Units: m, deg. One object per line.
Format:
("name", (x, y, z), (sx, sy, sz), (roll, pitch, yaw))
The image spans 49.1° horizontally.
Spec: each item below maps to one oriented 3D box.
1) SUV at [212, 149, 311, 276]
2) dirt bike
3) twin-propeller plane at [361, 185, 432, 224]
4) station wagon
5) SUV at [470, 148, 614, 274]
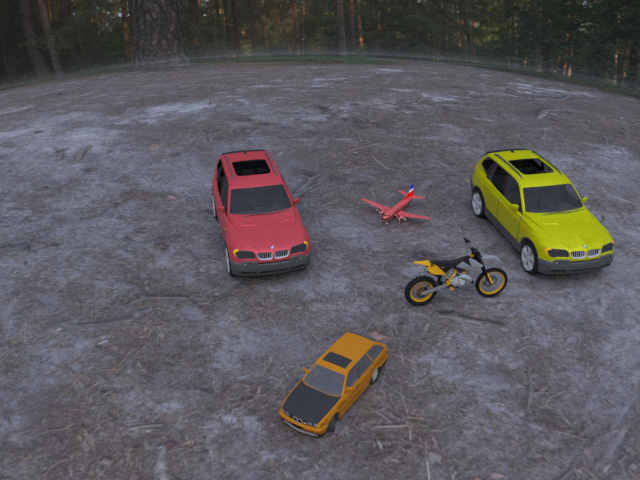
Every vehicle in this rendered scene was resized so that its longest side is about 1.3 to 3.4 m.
("SUV", (-1.011, -0.518, 11.081), (1.276, 1.128, 3.058), (-7, 30, -12))
("dirt bike", (1.884, 0.471, 9.568), (1.493, 0.857, 0.527), (-6, 29, -10))
("twin-propeller plane", (1.347, -0.602, 11.978), (1.370, 0.407, 1.095), (18, 34, 30))
("station wagon", (0.176, 1.567, 7.978), (0.682, 0.473, 1.597), (17, 33, 28))
("SUV", (3.440, -0.540, 11.121), (1.276, 1.128, 3.058), (-6, 29, -10))
